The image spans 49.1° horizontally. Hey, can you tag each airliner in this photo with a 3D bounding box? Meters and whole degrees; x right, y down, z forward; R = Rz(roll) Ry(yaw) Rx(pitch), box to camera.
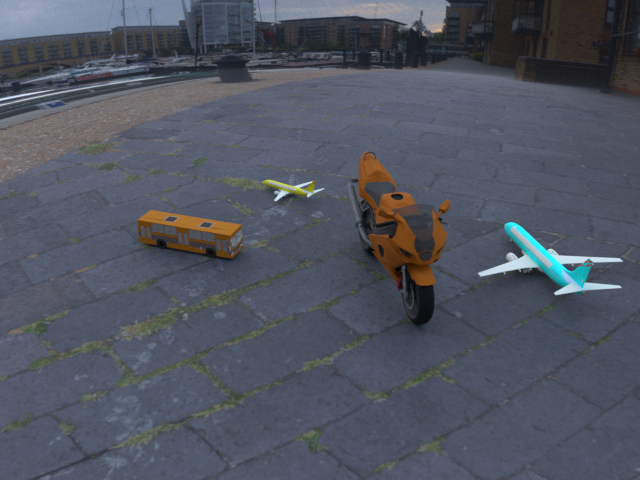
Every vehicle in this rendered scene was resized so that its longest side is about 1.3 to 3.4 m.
[{"bbox_3d":[-0.582,-1.045,13.105,1.307,0.429,1.161,19,33,33],"label":"airliner"},{"bbox_3d":[3.339,0.106,10.433,2.257,0.835,2.541,-5,28,-10],"label":"airliner"}]

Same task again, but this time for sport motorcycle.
[{"bbox_3d":[1.052,-0.105,10.011,0.983,1.596,2.955,-6,28,-11],"label":"sport motorcycle"}]

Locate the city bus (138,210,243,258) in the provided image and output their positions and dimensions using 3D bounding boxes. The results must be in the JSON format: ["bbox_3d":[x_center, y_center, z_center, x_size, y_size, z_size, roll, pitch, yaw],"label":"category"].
[{"bbox_3d":[-2.076,-0.080,11.202,1.674,0.460,0.476,9,29,17],"label":"city bus"}]
